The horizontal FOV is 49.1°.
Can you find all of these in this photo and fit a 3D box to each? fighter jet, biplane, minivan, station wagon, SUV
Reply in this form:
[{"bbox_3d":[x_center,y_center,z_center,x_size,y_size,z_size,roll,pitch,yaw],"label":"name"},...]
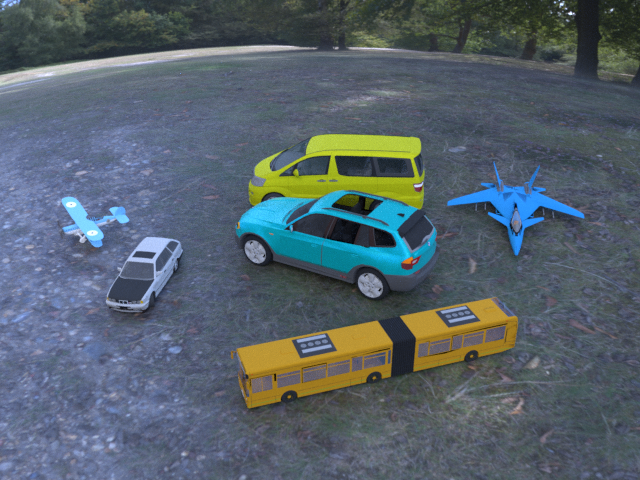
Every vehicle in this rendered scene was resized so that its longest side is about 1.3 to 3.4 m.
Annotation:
[{"bbox_3d":[3.228,-0.537,11.532,2.229,0.557,2.640,6,29,11],"label":"fighter jet"},{"bbox_3d":[-3.585,-0.262,11.083,1.090,0.504,1.336,-19,34,-31],"label":"biplane"},{"bbox_3d":[0.274,-1.138,11.965,3.011,1.197,1.324,3,29,6],"label":"minivan"},{"bbox_3d":[-2.460,0.426,9.853,0.682,0.473,1.597,4,29,8],"label":"station wagon"},{"bbox_3d":[0.205,-0.122,10.174,3.058,1.128,1.276,15,32,26],"label":"SUV"}]

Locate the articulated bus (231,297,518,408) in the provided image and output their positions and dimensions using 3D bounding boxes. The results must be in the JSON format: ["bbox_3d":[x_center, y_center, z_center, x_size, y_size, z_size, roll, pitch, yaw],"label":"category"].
[{"bbox_3d":[0.700,1.281,8.194,3.401,0.561,0.605,-9,30,-16],"label":"articulated bus"}]
